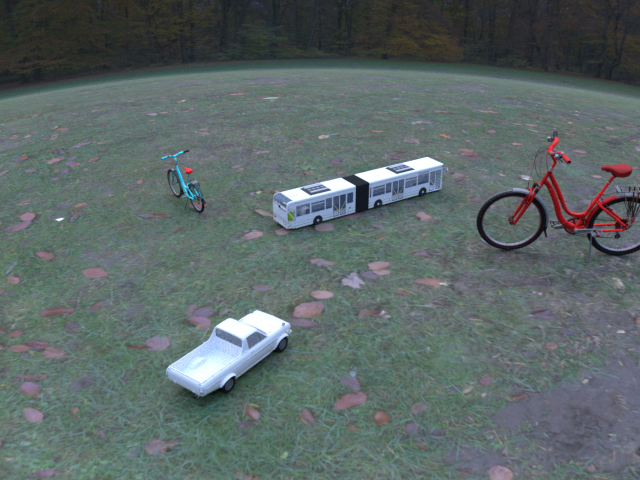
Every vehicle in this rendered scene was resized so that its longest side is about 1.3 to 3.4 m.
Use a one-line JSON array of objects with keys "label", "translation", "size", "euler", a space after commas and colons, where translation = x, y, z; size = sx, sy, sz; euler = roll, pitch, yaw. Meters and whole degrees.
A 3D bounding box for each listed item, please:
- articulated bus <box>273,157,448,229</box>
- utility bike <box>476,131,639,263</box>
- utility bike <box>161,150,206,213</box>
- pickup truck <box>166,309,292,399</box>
[{"label": "articulated bus", "translation": [0.767, -0.859, 12.351], "size": [3.401, 0.561, 0.605], "euler": [-16, 31, -29]}, {"label": "utility bike", "translation": [3.775, -0.557, 10.322], "size": [2.791, 1.839, 1.039], "euler": [3, 27, 5]}, {"label": "utility bike", "translation": [-2.419, -1.036, 12.274], "size": [0.535, 0.946, 1.435], "euler": [-18, 32, -32]}, {"label": "pickup truck", "translation": [-1.025, 1.261, 8.175], "size": [0.640, 0.511, 1.603], "euler": [18, 32, 32]}]
